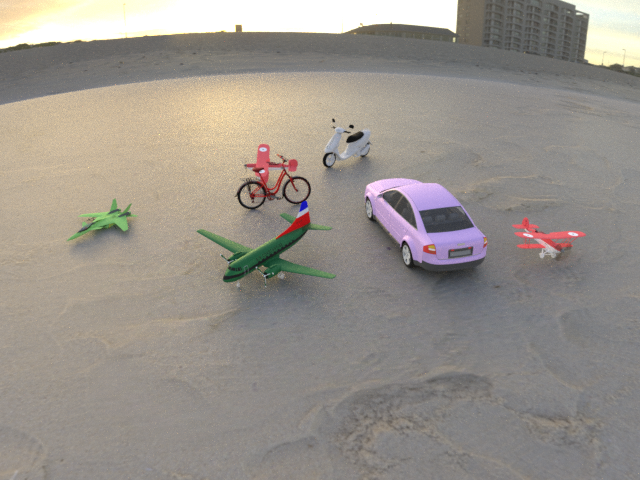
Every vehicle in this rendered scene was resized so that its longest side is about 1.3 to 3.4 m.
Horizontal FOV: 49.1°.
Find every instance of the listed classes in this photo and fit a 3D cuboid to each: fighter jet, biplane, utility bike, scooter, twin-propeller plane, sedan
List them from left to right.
[{"bbox_3d":[-3.840,-0.323,12.057,1.147,0.286,1.358,15,31,27],"label":"fighter jet"},{"bbox_3d":[-0.768,0.063,10.735,2.663,0.792,2.129,18,32,31],"label":"twin-propeller plane"},{"bbox_3d":[-0.991,-1.479,14.101,1.090,0.504,1.336,0,27,-1],"label":"biplane"},{"bbox_3d":[-0.874,-1.068,12.801,1.435,0.946,0.535,-7,28,-14],"label":"utility bike"},{"bbox_3d":[0.592,-2.103,14.875,1.399,0.919,0.662,-21,34,-36],"label":"scooter"},{"bbox_3d":[1.654,-0.460,11.605,1.235,0.940,3.137,-7,28,-14],"label":"sedan"},{"bbox_3d":[3.581,-0.031,11.240,1.336,0.504,1.090,-10,28,-19],"label":"biplane"}]
